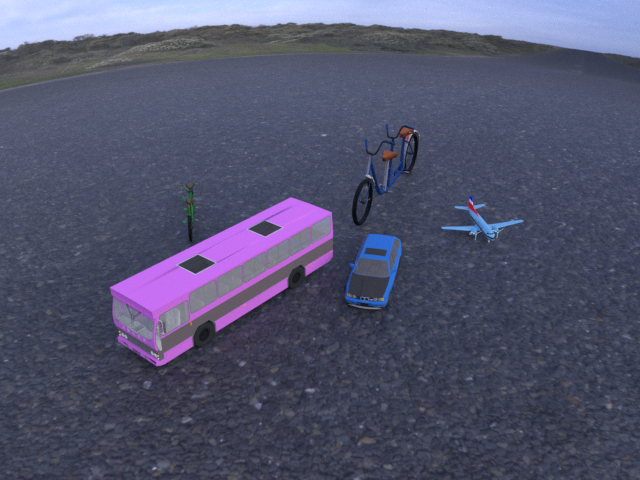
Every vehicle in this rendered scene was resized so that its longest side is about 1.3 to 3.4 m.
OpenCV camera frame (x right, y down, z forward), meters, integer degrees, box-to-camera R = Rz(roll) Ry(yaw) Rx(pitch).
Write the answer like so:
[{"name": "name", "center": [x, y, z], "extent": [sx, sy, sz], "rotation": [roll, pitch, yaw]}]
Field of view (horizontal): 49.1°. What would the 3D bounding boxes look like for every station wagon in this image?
[{"name": "station wagon", "center": [0.769, 0.385, 9.864], "extent": [0.682, 0.473, 1.597], "rotation": [7, 30, 12]}]

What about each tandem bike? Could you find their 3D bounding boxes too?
[{"name": "tandem bike", "center": [-2.113, -0.587, 11.401], "extent": [0.283, 0.682, 1.642], "rotation": [-4, 29, -7]}, {"name": "tandem bike", "center": [1.213, -1.371, 12.151], "extent": [0.550, 1.326, 3.192], "rotation": [13, 32, 22]}]

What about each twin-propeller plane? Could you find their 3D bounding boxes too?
[{"name": "twin-propeller plane", "center": [2.571, -0.324, 11.211], "extent": [1.370, 0.407, 1.095], "rotation": [-5, 29, -9]}]

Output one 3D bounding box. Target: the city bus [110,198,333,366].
[{"name": "city bus", "center": [-1.148, 0.465, 9.285], "extent": [0.926, 0.894, 3.255], "rotation": [22, 36, 34]}]
